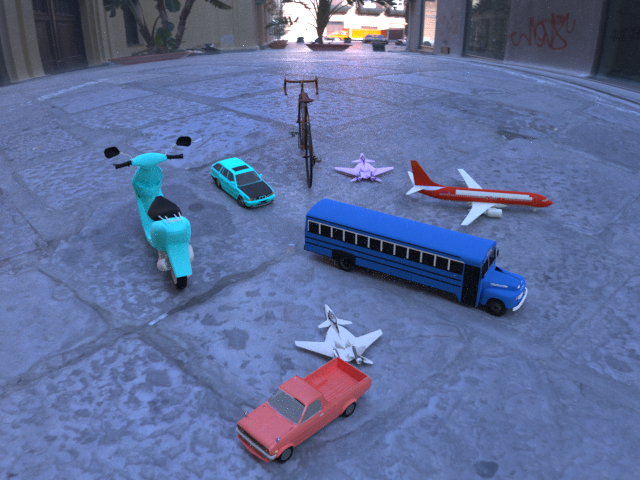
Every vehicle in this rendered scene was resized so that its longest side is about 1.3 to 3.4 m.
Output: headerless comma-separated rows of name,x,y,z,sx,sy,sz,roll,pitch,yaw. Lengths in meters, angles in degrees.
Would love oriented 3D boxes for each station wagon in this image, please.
station wagon,-1.427,-1.091,12.818,0.682,0.473,1.597,-18,34,-28

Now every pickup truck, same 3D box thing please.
pickup truck,-0.153,1.794,7.709,1.603,0.511,0.640,-26,39,-38

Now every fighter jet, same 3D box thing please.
fighter jet,0.865,-1.525,13.771,1.147,0.286,1.358,0,30,-1
fighter jet,0.223,1.143,9.079,1.147,0.286,1.358,-6,30,-11

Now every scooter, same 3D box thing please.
scooter,-2.410,-0.527,10.499,1.288,1.786,2.721,-12,32,-20

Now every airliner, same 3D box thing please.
airliner,2.779,-0.932,12.173,2.541,0.835,2.257,4,30,7

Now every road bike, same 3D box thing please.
road bike,-0.298,-2.204,13.580,0.696,1.656,3.004,-3,30,-5

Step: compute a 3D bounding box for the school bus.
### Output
school bus,1.350,0.198,10.177,3.322,0.844,0.709,16,33,26
